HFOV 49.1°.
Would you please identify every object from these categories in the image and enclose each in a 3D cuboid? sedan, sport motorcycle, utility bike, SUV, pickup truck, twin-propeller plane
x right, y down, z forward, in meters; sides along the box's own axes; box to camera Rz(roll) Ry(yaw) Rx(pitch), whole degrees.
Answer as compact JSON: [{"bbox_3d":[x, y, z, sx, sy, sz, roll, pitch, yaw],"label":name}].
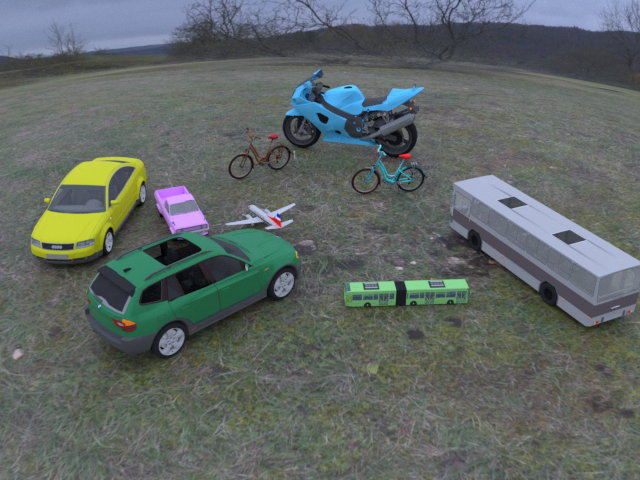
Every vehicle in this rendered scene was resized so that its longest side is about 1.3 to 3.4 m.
[{"bbox_3d":[-3.822,-0.665,11.742,1.235,0.940,3.137,2,29,3],"label":"sedan"},{"bbox_3d":[0.633,-2.584,14.541,2.955,1.596,0.983,7,30,13],"label":"sport motorcycle"},{"bbox_3d":[1.297,-1.264,12.822,1.435,0.946,0.535,-4,29,-6],"label":"utility bike"},{"bbox_3d":[-1.632,0.479,9.474,3.058,1.128,1.276,-25,38,-38],"label":"SUV"},{"bbox_3d":[-2.380,-0.524,11.931,0.640,0.511,1.603,-12,31,-21],"label":"pickup truck"},{"bbox_3d":[-1.122,-1.695,13.602,1.435,0.946,0.535,-17,33,-28],"label":"utility bike"},{"bbox_3d":[-0.944,-0.434,11.874,1.370,0.407,1.095,-19,34,-30],"label":"twin-propeller plane"}]

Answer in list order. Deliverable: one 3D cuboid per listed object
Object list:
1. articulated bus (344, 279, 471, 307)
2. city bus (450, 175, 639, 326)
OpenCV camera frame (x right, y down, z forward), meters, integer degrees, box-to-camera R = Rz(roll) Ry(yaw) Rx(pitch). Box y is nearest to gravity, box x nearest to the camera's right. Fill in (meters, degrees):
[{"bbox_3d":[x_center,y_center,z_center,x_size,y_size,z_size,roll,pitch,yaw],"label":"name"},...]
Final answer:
[{"bbox_3d":[1.221,0.747,9.857,1.749,0.289,0.311,-2,29,-3],"label":"articulated bus"},{"bbox_3d":[3.197,0.078,10.443,0.926,0.894,3.255,-13,31,-22],"label":"city bus"}]
